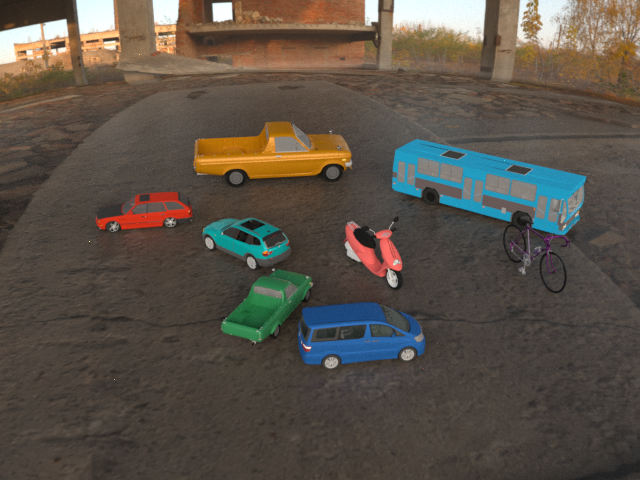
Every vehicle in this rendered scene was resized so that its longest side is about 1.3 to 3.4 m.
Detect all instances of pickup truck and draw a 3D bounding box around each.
[{"bbox_3d":[-0.934,-1.751,13.776,3.117,0.993,1.244,-4,27,-7],"label":"pickup truck"},{"bbox_3d":[-0.665,0.810,9.249,0.640,0.511,1.603,11,29,21],"label":"pickup truck"}]

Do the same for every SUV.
[{"bbox_3d":[-1.159,-0.046,10.863,1.572,0.580,0.656,22,34,36],"label":"SUV"}]

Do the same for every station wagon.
[{"bbox_3d":[-2.988,-0.503,11.885,1.597,0.473,0.682,-5,27,-11],"label":"station wagon"}]

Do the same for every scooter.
[{"bbox_3d":[0.772,0.086,10.227,0.662,0.919,1.399,-16,31,-29],"label":"scooter"}]

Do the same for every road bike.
[{"bbox_3d":[3.118,0.141,10.193,0.358,0.852,1.545,-9,28,-17],"label":"road bike"}]

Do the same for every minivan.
[{"bbox_3d":[0.515,1.117,8.525,1.548,0.616,0.681,-4,27,-9],"label":"minivan"}]

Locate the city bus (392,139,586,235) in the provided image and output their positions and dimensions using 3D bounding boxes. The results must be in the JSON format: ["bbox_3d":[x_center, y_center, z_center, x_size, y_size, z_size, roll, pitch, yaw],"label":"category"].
[{"bbox_3d":[2.870,-0.945,12.292,3.255,0.894,0.926,19,32,32],"label":"city bus"}]
